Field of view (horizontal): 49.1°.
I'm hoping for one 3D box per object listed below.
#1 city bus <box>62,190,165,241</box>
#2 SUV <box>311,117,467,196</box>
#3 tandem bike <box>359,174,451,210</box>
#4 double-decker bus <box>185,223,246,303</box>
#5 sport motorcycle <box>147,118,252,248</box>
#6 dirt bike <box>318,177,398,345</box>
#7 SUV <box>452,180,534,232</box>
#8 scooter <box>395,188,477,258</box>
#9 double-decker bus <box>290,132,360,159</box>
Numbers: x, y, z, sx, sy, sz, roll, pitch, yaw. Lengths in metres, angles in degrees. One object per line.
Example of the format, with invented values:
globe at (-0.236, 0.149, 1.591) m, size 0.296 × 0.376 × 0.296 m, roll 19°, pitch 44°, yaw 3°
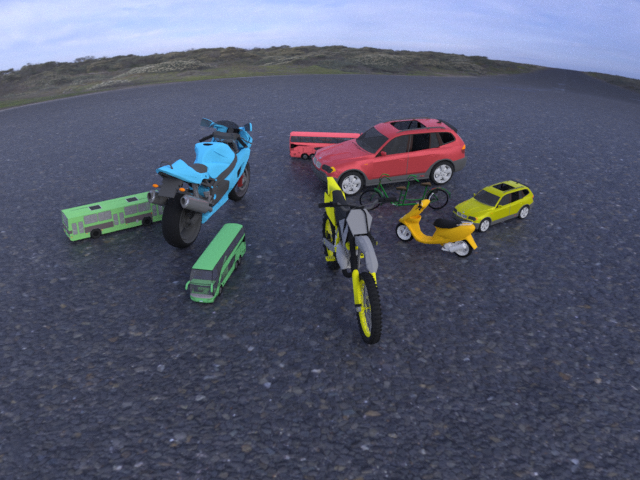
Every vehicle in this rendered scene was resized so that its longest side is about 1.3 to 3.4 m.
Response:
city bus at (-3.456, -0.408, 11.858) m, size 1.674 × 0.460 × 0.476 m, roll -16°, pitch 31°, yaw -29°
SUV at (1.360, -1.705, 13.717) m, size 3.058 × 1.128 × 1.276 m, roll -8°, pitch 27°, yaw -15°
tandem bike at (1.527, -0.851, 12.499) m, size 1.642 × 0.682 × 0.283 m, roll -1°, pitch 26°, yaw -1°
double-decker bus at (-1.489, 0.332, 10.278) m, size 0.389 × 0.541 × 1.672 m, roll 5°, pitch 27°, yaw 10°
sport motorcycle at (-1.878, -1.036, 11.844) m, size 0.983 × 1.596 × 2.955 m, roll 9°, pitch 28°, yaw 17°
dirt bike at (0.413, 0.093, 9.494) m, size 1.024 × 1.666 × 2.903 m, roll -5°, pitch 27°, yaw -10°
SUV at (3.023, -0.626, 12.160) m, size 1.572 × 0.580 × 0.656 m, roll -17°, pitch 31°, yaw -30°
scooter at (1.829, -0.263, 11.050) m, size 1.399 × 0.919 × 0.662 m, roll 16°, pitch 31°, yaw 30°
double-decker bus at (0.182, -2.012, 14.995) m, size 1.672 × 0.541 × 0.389 m, roll 3°, pitch 27°, yaw 5°
